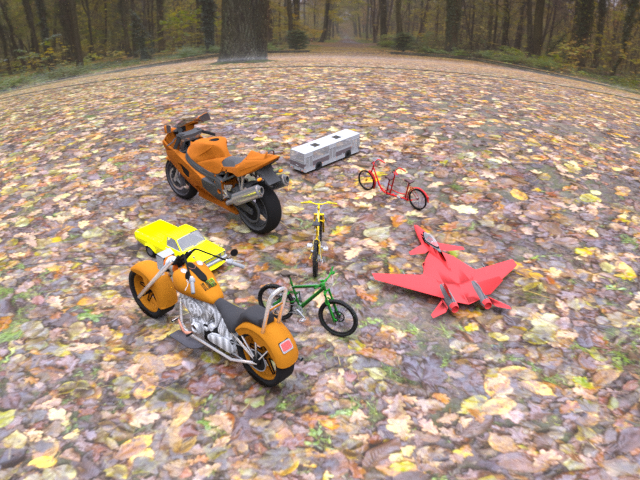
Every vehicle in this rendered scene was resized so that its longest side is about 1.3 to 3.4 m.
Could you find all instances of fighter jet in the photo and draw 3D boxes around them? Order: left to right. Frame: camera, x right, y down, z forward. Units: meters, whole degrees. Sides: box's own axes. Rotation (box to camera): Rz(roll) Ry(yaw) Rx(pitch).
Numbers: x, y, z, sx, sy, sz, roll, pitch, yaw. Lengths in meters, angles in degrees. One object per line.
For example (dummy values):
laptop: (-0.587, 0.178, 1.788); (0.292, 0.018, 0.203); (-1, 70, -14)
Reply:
fighter jet: (1.850, 0.222, 10.639); (2.229, 0.557, 2.640); (-5, 29, -9)

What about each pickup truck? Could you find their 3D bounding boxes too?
pickup truck: (-2.207, 0.052, 10.998); (1.603, 0.511, 0.640); (21, 35, 34)

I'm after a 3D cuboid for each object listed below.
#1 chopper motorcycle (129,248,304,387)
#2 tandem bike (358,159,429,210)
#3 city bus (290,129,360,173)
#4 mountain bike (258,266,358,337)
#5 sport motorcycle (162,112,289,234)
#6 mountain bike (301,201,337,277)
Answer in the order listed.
chopper motorcycle: (-1.451, 0.733, 8.753); (3.040, 1.480, 0.906); (23, 36, 36)
tandem bike: (1.325, -1.047, 12.818); (1.642, 0.682, 0.283); (25, 37, 37)
city bus: (0.124, -1.834, 14.481); (0.476, 0.460, 1.674); (25, 38, 38)
mountain bike: (-0.180, 0.800, 9.266); (1.469, 0.868, 0.573); (12, 31, 21)
sport motorcycle: (-1.743, -1.158, 12.071); (2.955, 1.596, 0.983); (23, 36, 36)
mountain bike: (-0.034, -0.079, 10.864); (0.573, 0.868, 1.469); (2, 29, 3)
